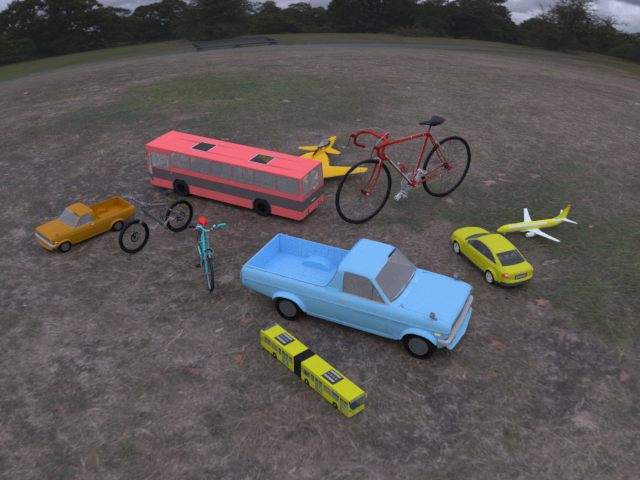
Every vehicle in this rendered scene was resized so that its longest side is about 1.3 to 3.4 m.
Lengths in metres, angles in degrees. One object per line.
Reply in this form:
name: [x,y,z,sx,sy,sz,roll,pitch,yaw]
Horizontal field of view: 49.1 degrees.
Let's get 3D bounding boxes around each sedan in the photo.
sedan: [2.607,0.165,10.733,0.635,0.483,1.613,-12,32,-19]

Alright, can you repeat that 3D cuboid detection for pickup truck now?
pickup truck: [0.486,0.578,9.520,3.117,0.993,1.244,14,33,22]
pickup truck: [-3.859,-0.331,11.557,0.640,0.511,1.603,26,39,37]

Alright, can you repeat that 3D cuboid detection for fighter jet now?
fighter jet: [-0.085,-1.755,13.952,2.229,0.557,2.640,10,32,16]

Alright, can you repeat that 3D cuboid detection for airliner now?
airliner: [3.562,-0.329,11.634,1.307,0.429,1.161,-6,31,-11]

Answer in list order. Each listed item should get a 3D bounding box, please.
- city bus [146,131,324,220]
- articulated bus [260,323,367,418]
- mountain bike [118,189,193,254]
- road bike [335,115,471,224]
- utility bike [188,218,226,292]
city bus: [-1.558,-1.160,12.596,3.255,0.894,0.926,14,33,23]
articulated bus: [-0.121,1.557,8.539,0.311,0.289,1.749,-23,37,-34]
mountain bike: [-2.633,-0.361,11.253,0.573,0.868,1.469,23,38,34]
road bike: [1.509,-1.272,12.032,3.004,1.656,0.697,-18,35,-28]
utility bike: [-1.669,0.087,10.408,0.535,0.946,1.435,-9,31,-14]
